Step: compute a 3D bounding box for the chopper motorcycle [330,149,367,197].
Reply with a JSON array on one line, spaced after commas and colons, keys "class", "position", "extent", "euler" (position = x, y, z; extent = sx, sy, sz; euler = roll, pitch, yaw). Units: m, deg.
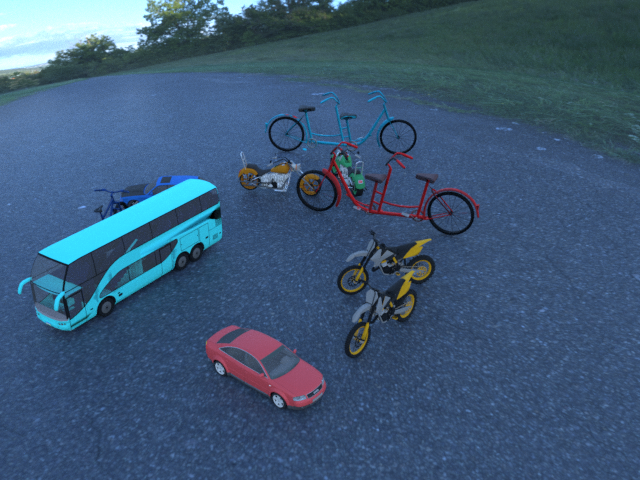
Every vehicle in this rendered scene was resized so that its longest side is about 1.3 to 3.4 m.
[{"class": "chopper motorcycle", "position": [0.499, -1.369, 13.146], "extent": [0.466, 0.761, 1.563], "euler": [-9, 29, -16]}]

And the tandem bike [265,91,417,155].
[{"class": "tandem bike", "position": [0.423, -2.430, 14.546], "extent": [3.192, 1.326, 0.550], "euler": [3, 28, 5]}]

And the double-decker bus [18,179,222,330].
[{"class": "double-decker bus", "position": [-2.666, 0.145, 9.974], "extent": [0.756, 1.052, 3.251], "euler": [17, 32, 29]}]

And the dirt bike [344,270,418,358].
[{"class": "dirt bike", "position": [0.802, 0.876, 8.802], "extent": [0.527, 0.857, 1.493], "euler": [22, 35, 35]}]

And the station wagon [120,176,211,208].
[{"class": "station wagon", "position": [-2.759, -0.864, 12.499], "extent": [1.597, 0.473, 0.682], "euler": [-1, 28, -3]}]

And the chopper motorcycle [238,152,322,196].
[{"class": "chopper motorcycle", "position": [-0.745, -1.217, 12.858], "extent": [1.563, 0.761, 0.466], "euler": [4, 28, 8]}]

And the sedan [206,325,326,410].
[{"class": "sedan", "position": [-0.648, 1.424, 8.166], "extent": [1.613, 0.483, 0.635], "euler": [21, 34, 34]}]

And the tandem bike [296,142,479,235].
[{"class": "tandem bike", "position": [1.063, -0.873, 11.606], "extent": [3.192, 1.326, 0.550], "euler": [11, 30, 19]}]

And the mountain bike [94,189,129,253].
[{"class": "mountain bike", "position": [-3.302, -0.276, 10.966], "extent": [0.573, 0.868, 1.469], "euler": [3, 28, 6]}]

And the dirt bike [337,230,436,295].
[{"class": "dirt bike", "position": [0.954, 0.326, 9.840], "extent": [1.493, 0.857, 0.527], "euler": [-8, 29, -15]}]
